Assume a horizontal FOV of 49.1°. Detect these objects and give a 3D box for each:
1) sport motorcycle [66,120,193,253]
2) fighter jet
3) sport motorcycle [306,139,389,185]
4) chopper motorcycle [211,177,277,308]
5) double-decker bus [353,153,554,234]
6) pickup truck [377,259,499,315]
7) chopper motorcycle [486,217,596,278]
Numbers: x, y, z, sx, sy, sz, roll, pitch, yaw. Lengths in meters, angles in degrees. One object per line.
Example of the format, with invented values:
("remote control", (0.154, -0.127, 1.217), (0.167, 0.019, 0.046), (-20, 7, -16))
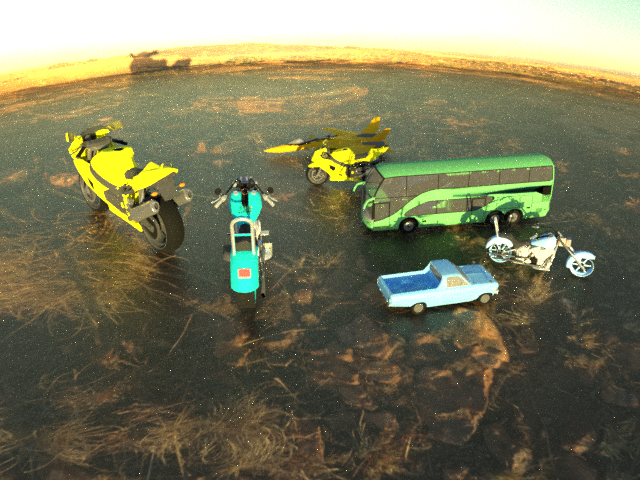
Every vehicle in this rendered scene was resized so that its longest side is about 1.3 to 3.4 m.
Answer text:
("sport motorcycle", (-3.094, -0.867, 11.118), (0.983, 1.596, 2.955), (-25, 37, -39))
("fighter jet", (0.124, -2.104, 14.592), (2.640, 0.557, 2.229), (-5, 28, -10))
("sport motorcycle", (0.494, -1.390, 12.947), (1.520, 0.821, 0.506), (1, 28, 3))
("chopper motorcycle", (-1.056, -0.247, 10.062), (0.906, 1.480, 3.040), (-2, 28, -4))
("double-decker bus", (2.209, -0.783, 11.545), (3.251, 1.052, 0.756), (-5, 28, -9))
("pickup truck", (1.605, 0.587, 9.516), (1.603, 0.511, 0.640), (-7, 28, -12))
("chopper motorcycle", (3.212, 0.107, 10.162), (1.563, 0.761, 0.466), (9, 29, 16))
